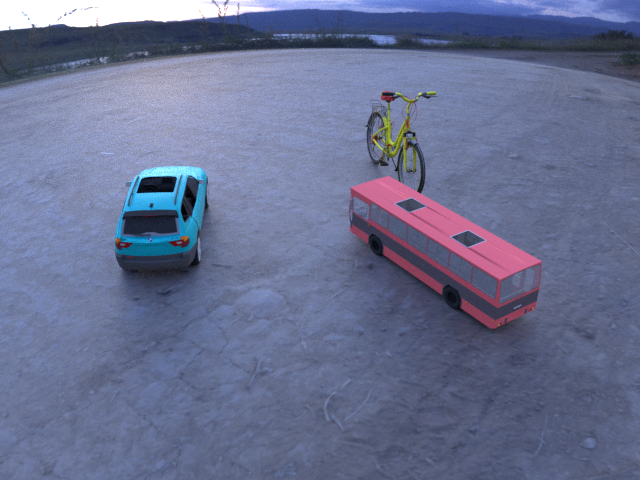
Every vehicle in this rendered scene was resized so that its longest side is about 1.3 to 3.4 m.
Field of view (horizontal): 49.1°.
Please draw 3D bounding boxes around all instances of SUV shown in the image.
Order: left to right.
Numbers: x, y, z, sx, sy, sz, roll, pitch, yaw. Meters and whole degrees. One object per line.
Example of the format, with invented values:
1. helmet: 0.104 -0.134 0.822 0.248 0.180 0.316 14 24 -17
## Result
1. SUV: -2.497 -0.564 11.236 1.276 1.128 3.058 -2 30 -3

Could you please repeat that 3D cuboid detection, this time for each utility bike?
1. utility bike: 1.469 -2.007 13.021 1.039 1.839 2.791 -9 31 -15

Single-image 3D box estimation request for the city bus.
1. city bus: 1.693 0.107 10.309 0.926 0.894 3.255 -19 35 -29
